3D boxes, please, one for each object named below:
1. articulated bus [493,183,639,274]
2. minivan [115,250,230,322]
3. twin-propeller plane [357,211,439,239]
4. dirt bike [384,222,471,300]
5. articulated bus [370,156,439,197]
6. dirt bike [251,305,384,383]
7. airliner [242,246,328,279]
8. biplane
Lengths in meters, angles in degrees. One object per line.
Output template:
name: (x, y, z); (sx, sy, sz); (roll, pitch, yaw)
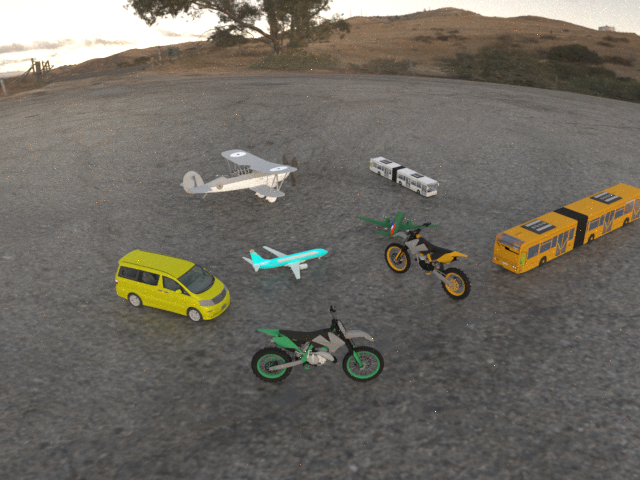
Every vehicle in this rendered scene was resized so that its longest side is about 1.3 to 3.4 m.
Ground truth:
articulated bus: (4.041, -0.235, 11.103); (3.401, 0.561, 0.605); (-19, 32, -34)
minivan: (-1.965, 0.591, 9.350); (1.548, 0.616, 0.681); (11, 28, 21)
twin-propeller plane: (1.245, -0.293, 11.398); (1.370, 0.407, 1.095); (7, 27, 13)
dirt bike: (1.479, 0.260, 9.753); (0.527, 0.857, 1.493); (-23, 34, -39)
articulated bus: (1.586, -1.236, 13.464); (0.311, 0.289, 1.749); (-17, 31, -30)
dirt bike: (-0.027, 1.222, 7.782); (1.493, 0.857, 0.527); (0, 26, 0)
airliner: (-0.455, 0.206, 10.351); (1.307, 0.429, 1.161); (-14, 29, -26)
biplane: (-1.401, -1.081, 12.358); (2.120, 0.981, 2.598); (-14, 29, -26)
